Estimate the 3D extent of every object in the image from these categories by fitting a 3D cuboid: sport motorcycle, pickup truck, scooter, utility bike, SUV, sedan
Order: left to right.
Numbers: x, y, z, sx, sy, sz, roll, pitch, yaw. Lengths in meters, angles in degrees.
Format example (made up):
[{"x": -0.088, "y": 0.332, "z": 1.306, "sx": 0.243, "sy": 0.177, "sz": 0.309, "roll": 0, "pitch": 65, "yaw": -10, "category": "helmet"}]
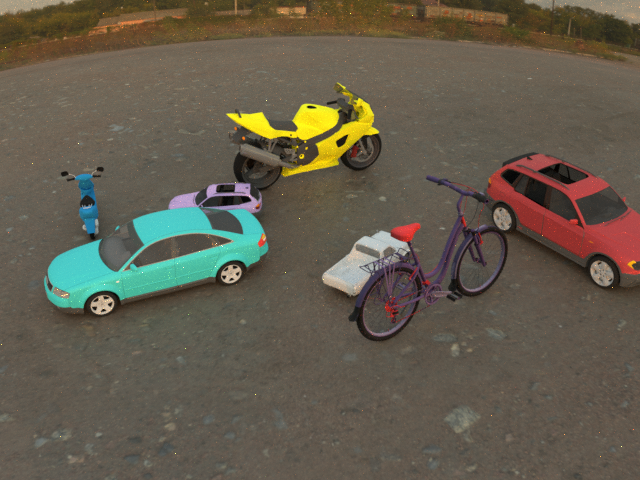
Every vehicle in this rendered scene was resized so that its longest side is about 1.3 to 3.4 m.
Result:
[{"x": -3.754, "y": -0.658, "z": 11.300, "sx": 0.662, "sy": 0.919, "sz": 1.399, "roll": -9, "pitch": 33, "yaw": -15, "category": "scooter"}, {"x": -2.291, "y": 0.169, "z": 9.923, "sx": 3.137, "sy": 0.940, "sz": 1.235, "roll": -13, "pitch": 34, "yaw": -21, "category": "sedan"}, {"x": -1.720, "y": -0.601, "z": 11.532, "sx": 1.572, "sy": 0.580, "sz": 0.656, "roll": -2, "pitch": 31, "yaw": -3, "category": "SUV"}, {"x": -0.204, "y": -1.805, "z": 12.530, "sx": 2.955, "sy": 1.596, "sz": 0.983, "roll": -13, "pitch": 34, "yaw": -20, "category": "sport motorcycle"}, {"x": 0.712, "y": 0.285, "z": 10.146, "sx": 0.640, "sy": 0.511, "sz": 1.603, "roll": 21, "pitch": 37, "yaw": 30, "category": "pickup truck"}, {"x": 1.432, "y": 0.181, "z": 9.040, "sx": 2.791, "sy": 1.839, "sz": 1.039, "roll": -20, "pitch": 37, "yaw": -30, "category": "utility bike"}, {"x": 3.907, "y": -0.403, "z": 10.681, "sx": 1.276, "sy": 1.128, "sz": 3.058, "roll": -19, "pitch": 36, "yaw": -29, "category": "SUV"}]
